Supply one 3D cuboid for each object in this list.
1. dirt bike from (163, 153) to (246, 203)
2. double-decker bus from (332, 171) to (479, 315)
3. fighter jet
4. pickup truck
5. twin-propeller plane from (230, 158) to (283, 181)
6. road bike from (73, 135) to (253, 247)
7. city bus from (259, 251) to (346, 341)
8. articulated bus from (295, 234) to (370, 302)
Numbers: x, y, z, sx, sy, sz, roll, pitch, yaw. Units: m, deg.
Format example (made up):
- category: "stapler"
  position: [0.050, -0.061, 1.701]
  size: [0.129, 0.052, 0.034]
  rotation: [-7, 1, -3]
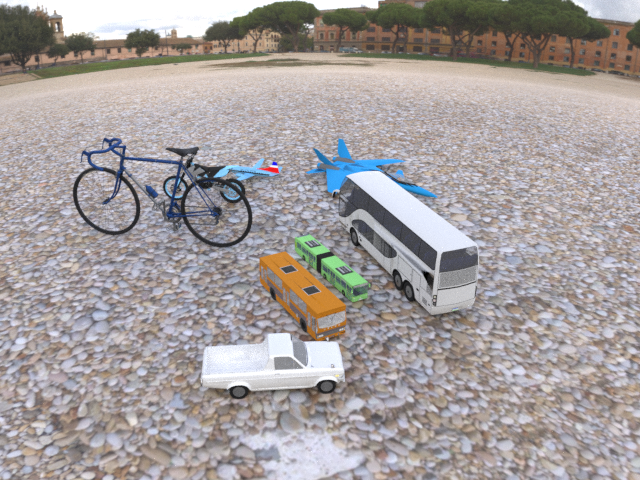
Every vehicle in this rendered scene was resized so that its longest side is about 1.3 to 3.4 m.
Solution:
- category: "dirt bike"
  position: [-2.058, -1.066, 12.325]
  size: [1.493, 0.857, 0.527]
  rotation: [3, 26, 5]
- category: "double-decker bus"
  position: [1.141, -0.096, 10.144]
  size: [0.756, 1.052, 3.251]
  rotation: [-10, 28, -19]
- category: "fighter jet"
  position: [1.085, -1.285, 13.105]
  size: [2.640, 0.557, 2.229]
  rotation: [21, 33, 36]
- category: "pickup truck"
  position: [-0.523, 1.361, 7.811]
  size: [1.603, 0.511, 0.640]
  rotation: [-2, 26, -5]
- category: "twin-propeller plane"
  position: [-1.284, -1.361, 13.427]
  size: [1.095, 0.407, 1.370]
  rotation: [9, 28, 18]
- category: "road bike"
  position: [-2.477, -0.731, 10.747]
  size: [3.004, 1.656, 0.697]
  rotation: [6, 27, 12]
- category: "city bus"
  position: [-0.259, 0.721, 9.162]
  size: [0.476, 0.460, 1.674]
  rotation: [-14, 30, -26]
- category: "articulated bus"
  position: [0.134, 0.374, 10.056]
  size: [0.311, 0.289, 1.749]
  rotation: [-14, 29, -25]
